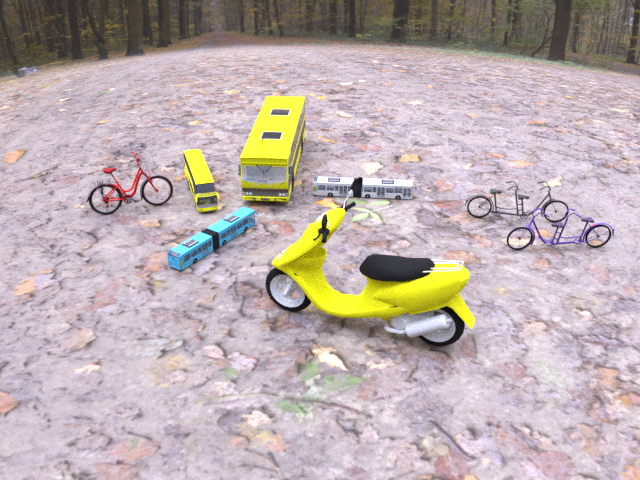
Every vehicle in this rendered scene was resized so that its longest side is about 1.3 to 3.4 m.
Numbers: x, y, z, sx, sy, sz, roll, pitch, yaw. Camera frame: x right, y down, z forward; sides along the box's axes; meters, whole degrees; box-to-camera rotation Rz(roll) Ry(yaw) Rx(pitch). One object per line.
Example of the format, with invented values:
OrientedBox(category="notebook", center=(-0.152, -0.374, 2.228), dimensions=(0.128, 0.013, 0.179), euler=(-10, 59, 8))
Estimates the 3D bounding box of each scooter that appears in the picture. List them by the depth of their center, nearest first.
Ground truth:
OrientedBox(category="scooter", center=(0.555, 0.329, 8.466), dimensions=(2.721, 1.786, 1.288), euler=(11, 31, 19))

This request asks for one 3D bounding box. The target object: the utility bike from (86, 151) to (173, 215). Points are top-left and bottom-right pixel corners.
OrientedBox(category="utility bike", center=(-3.175, -0.948, 11.567), dimensions=(1.435, 0.946, 0.535), euler=(-12, 32, -20))

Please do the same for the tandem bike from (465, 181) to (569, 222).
OrientedBox(category="tandem bike", center=(3.176, -0.622, 11.260), dimensions=(1.642, 0.682, 0.283), euler=(4, 30, 7))

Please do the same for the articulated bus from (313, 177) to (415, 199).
OrientedBox(category="articulated bus", center=(0.754, -0.903, 12.154), dimensions=(1.749, 0.289, 0.311), euler=(3, 30, 5))

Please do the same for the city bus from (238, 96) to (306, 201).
OrientedBox(category="city bus", center=(-0.805, -1.739, 13.013), dimensions=(0.926, 0.894, 3.255), euler=(2, 30, 4))

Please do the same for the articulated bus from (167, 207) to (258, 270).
OrientedBox(category="articulated bus", center=(-1.606, -0.045, 10.641), dimensions=(0.311, 0.289, 1.749), euler=(18, 34, 29))

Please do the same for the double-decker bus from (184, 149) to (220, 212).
OrientedBox(category="double-decker bus", center=(-2.076, -1.028, 12.117), dimensions=(0.389, 0.541, 1.672), euler=(-9, 31, -15))

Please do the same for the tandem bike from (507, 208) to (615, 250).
OrientedBox(category="tandem bike", center=(3.610, -0.160, 10.445), dimensions=(1.642, 0.682, 0.283), euler=(-2, 30, -3))
